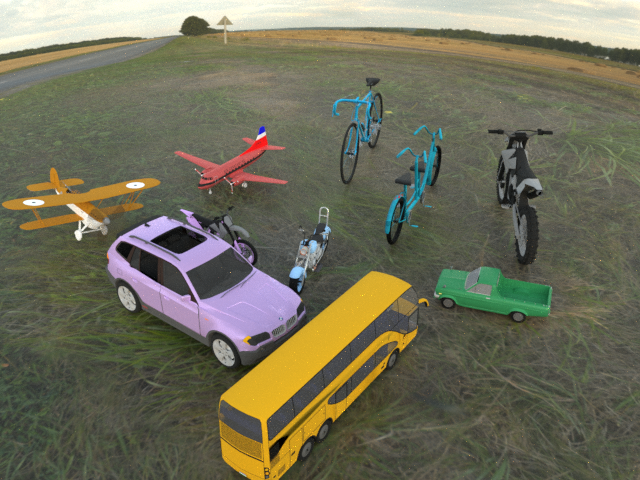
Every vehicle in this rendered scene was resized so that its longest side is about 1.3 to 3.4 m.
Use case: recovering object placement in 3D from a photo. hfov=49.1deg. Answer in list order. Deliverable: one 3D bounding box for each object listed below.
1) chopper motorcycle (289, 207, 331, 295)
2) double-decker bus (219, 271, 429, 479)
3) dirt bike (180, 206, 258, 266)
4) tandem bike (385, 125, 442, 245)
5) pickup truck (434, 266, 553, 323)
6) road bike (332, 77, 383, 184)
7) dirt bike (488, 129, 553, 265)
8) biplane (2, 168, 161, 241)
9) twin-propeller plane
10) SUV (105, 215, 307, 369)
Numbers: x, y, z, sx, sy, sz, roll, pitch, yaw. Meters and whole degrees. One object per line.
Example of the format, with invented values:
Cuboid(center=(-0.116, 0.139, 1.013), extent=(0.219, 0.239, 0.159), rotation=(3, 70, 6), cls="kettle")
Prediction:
Cuboid(center=(-0.148, 0.149, 10.495), extent=(0.466, 0.761, 1.563), rotation=(9, 31, 15), cls="chopper motorcycle")
Cuboid(center=(0.149, 1.405, 8.040), extent=(0.756, 1.052, 3.251), rotation=(20, 35, 30), cls="double-decker bus")
Cuboid(center=(-1.601, -0.085, 10.803), extent=(1.493, 0.857, 0.527), rotation=(15, 33, 24), cls="dirt bike")
Cuboid(center=(1.662, -1.063, 12.021), extent=(0.550, 1.326, 3.192), rotation=(12, 32, 20), cls="tandem bike")
Cuboid(center=(2.418, 0.705, 9.786), extent=(1.603, 0.511, 0.640), rotation=(10, 32, 17), cls="pickup truck")
Cuboid(center=(0.859, -2.273, 13.779), extent=(0.697, 1.656, 3.004), rotation=(10, 31, 16), cls="road bike")
Cuboid(center=(3.209, -0.897, 11.396), extent=(1.024, 1.666, 2.903), rotation=(2, 30, 3), cls="dirt bike")
Cuboid(center=(-3.978, -0.640, 11.637), extent=(2.598, 0.981, 2.120), rotation=(-25, 38, -36), cls="biplane")
Cuboid(center=(-1.622, -1.516, 13.335), extent=(2.663, 0.792, 2.129), rotation=(18, 34, 28), cls="twin-propeller plane")
Cuboid(center=(-1.593, 0.570, 9.403), extent=(3.058, 1.128, 1.276), rotation=(22, 37, 33), cls="SUV")
